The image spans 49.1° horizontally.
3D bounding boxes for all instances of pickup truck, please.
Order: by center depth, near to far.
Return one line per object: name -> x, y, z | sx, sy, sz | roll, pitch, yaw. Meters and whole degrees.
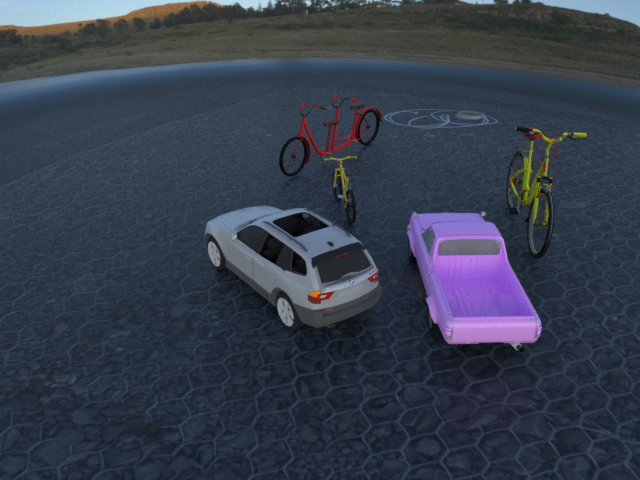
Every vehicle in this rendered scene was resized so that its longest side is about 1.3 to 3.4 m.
pickup truck -> 1.932, 0.346, 9.287 | 1.244, 0.993, 3.117 | -1, 27, -1

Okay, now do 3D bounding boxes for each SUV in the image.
SUV -> -0.466, 0.129, 9.561 | 1.276, 1.128, 3.058 | -18, 32, -31

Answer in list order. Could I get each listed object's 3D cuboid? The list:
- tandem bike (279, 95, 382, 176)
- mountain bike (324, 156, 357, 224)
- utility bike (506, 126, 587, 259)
tandem bike -> 0.287, -2.235, 13.930 | 0.550, 1.326, 3.192 | 21, 34, 35
mountain bike -> 0.404, -0.891, 11.822 | 0.573, 0.868, 1.469 | -6, 28, -11
utility bike -> 3.401, -0.987, 10.950 | 1.039, 1.839, 2.791 | 1, 27, 2
